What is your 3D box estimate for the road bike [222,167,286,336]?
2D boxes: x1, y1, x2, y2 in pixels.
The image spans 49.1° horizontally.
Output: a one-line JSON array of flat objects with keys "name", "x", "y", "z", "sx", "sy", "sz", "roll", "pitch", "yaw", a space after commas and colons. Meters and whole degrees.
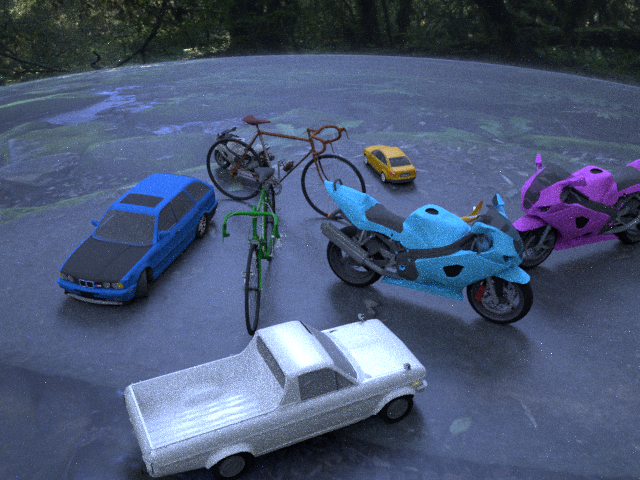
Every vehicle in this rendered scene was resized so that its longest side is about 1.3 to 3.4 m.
[{"name": "road bike", "x": -0.795, "y": -0.038, "z": 9.515, "sx": 0.696, "sy": 1.656, "sz": 3.004, "roll": 1, "pitch": 29, "yaw": 3}]

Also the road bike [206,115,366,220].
[{"name": "road bike", "x": -0.632, "y": -1.261, "z": 11.749, "sx": 3.004, "sy": 1.656, "sz": 0.697, "roll": 12, "pitch": 31, "yaw": 21}]

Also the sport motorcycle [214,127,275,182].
[{"name": "sport motorcycle", "x": -1.481, "y": -1.610, "z": 13.253, "sx": 1.520, "sy": 0.821, "sz": 0.506, "roll": 22, "pitch": 36, "yaw": 35}]

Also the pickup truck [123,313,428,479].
[{"name": "pickup truck", "x": -0.420, "y": 1.522, "z": 7.357, "sx": 3.117, "sy": 0.993, "sz": 1.244, "roll": -13, "pitch": 31, "yaw": -22}]

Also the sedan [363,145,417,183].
[{"name": "sedan", "x": 1.326, "y": -1.545, "z": 13.488, "sx": 0.635, "sy": 0.483, "sz": 1.613, "roll": -9, "pitch": 30, "yaw": -16}]

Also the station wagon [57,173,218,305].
[{"name": "station wagon", "x": -2.659, "y": -0.164, "z": 10.511, "sx": 1.327, "sy": 0.920, "sz": 3.105, "roll": 8, "pitch": 30, "yaw": 15}]

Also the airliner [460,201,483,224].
[{"name": "airliner", "x": 2.091, "y": -0.342, "z": 11.346, "sx": 1.307, "sy": 0.429, "sz": 1.161, "roll": -11, "pitch": 31, "yaw": -19}]

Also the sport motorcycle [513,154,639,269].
[{"name": "sport motorcycle", "x": 4.046, "y": -0.490, "z": 10.403, "sx": 2.955, "sy": 1.596, "sz": 0.983, "roll": -12, "pitch": 31, "yaw": -20}]

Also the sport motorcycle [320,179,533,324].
[{"name": "sport motorcycle", "x": 1.375, "y": 0.137, "z": 9.258, "sx": 2.955, "sy": 1.596, "sz": 0.983, "roll": 14, "pitch": 32, "yaw": 24}]
